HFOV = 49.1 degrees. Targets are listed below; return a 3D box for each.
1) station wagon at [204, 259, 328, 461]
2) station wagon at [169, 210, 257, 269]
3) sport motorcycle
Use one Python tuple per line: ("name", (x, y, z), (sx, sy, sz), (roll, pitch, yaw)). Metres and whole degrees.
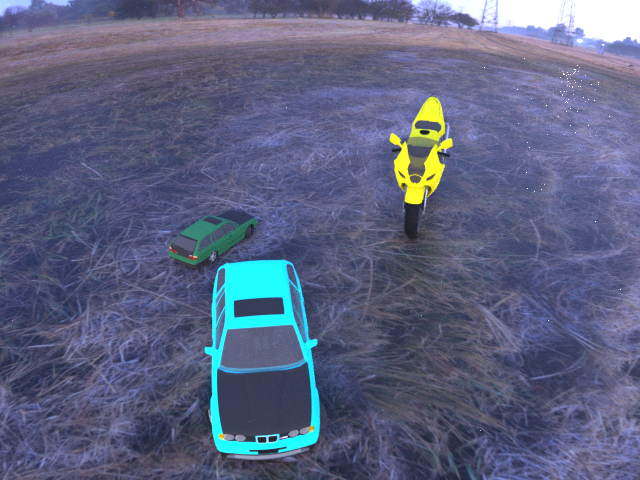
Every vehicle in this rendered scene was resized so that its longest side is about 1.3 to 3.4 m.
("station wagon", (-0.706, 1.201, 8.332), (1.327, 0.920, 3.105), (-3, 31, -6))
("station wagon", (-1.645, -0.117, 10.998), (0.682, 0.473, 1.597), (18, 35, 27))
("sport motorcycle", (1.741, -1.304, 11.900), (0.983, 1.596, 2.955), (7, 31, 11))
